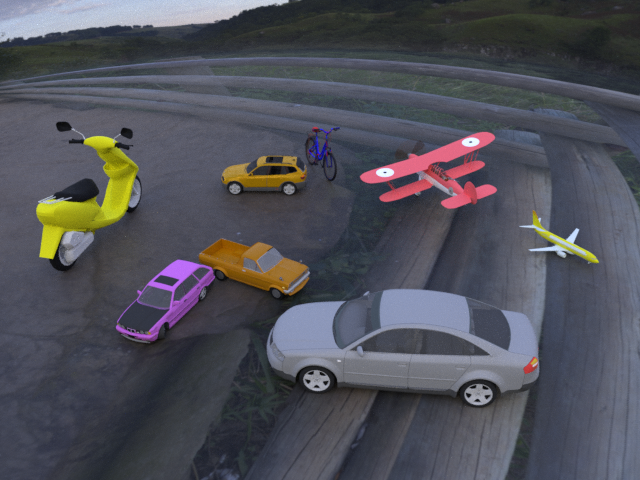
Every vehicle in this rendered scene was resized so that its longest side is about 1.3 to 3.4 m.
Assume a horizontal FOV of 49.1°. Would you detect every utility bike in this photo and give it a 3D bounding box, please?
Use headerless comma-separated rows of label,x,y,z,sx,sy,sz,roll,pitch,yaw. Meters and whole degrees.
utility bike,0.049,-1.741,13.211,0.535,0.946,1.435,-13,32,-21

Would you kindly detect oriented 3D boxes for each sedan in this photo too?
sedan,0.938,1.128,8.128,3.137,0.940,1.235,3,30,6

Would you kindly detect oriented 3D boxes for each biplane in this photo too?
biplane,2.012,-1.049,11.948,2.598,0.981,2.120,-13,32,-21

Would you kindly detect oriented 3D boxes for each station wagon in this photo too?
station wagon,-2.032,0.748,9.276,0.682,0.473,1.597,12,32,20

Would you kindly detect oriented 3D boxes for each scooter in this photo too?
scooter,-3.479,-0.803,10.691,1.288,1.786,2.721,7,30,13

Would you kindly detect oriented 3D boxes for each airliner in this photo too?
airliner,3.722,-0.034,10.708,1.161,0.429,1.307,-19,35,-30

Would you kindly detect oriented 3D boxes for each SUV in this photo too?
SUV,-0.997,-1.198,12.620,1.572,0.580,0.656,1,29,1

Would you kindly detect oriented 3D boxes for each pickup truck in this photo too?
pickup truck,-0.947,0.334,9.972,1.603,0.511,0.640,16,33,26
